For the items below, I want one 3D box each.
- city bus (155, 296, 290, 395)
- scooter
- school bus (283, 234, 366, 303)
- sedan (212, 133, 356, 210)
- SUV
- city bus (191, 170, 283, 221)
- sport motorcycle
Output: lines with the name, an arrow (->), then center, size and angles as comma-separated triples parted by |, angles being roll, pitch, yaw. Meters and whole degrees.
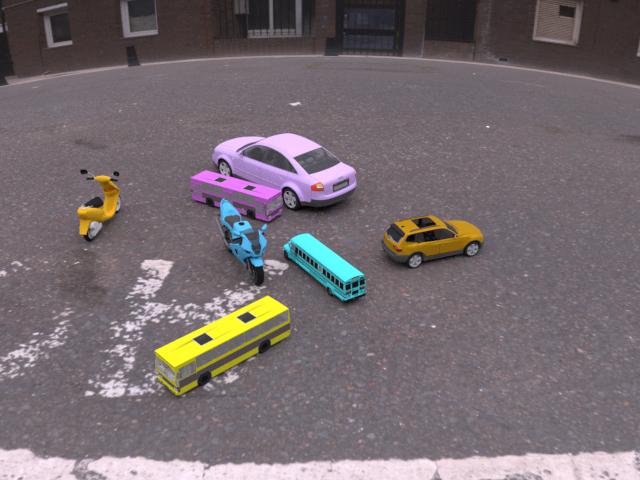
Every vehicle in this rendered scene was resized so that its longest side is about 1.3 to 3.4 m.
city bus -> -1.115, 1.234, 8.297 | 1.674, 0.460, 0.476 | -24, 37, -37
scooter -> -3.537, -0.627, 11.238 | 0.662, 0.919, 1.399 | 4, 29, 8
school bus -> 0.014, 0.340, 9.967 | 0.365, 0.434, 1.708 | -17, 33, -28
sedan -> -0.724, -1.416, 12.665 | 3.137, 0.940, 1.235 | 25, 37, 38
SUV -> 1.708, -0.050, 10.532 | 1.572, 0.580, 0.656 | -10, 30, -18
city bus -> -1.431, -0.745, 11.933 | 1.674, 0.460, 0.476 | 17, 33, 28
sport motorcycle -> -1.133, 0.020, 10.150 | 0.506, 0.821, 1.520 | -13, 31, -22
